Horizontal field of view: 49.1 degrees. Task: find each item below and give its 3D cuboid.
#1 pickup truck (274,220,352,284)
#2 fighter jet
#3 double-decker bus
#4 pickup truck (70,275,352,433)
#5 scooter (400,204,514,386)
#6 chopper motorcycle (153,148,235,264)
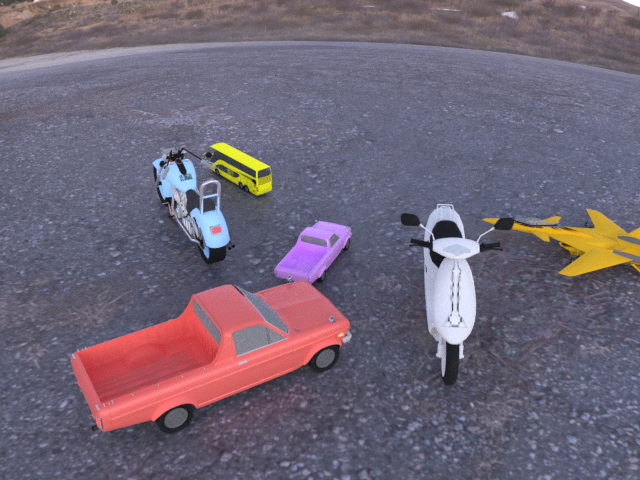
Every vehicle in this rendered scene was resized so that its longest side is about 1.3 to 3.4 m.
[{"bbox_3d":[-0.072,0.135,10.277,0.640,0.511,1.603,12,33,20],"label":"pickup truck"},{"bbox_3d":[3.800,-0.171,10.753,2.640,0.557,2.229,15,34,24],"label":"fighter jet"},{"bbox_3d":[-1.497,-1.316,12.724,0.389,0.541,1.672,-24,38,-34],"label":"double-decker bus"},{"bbox_3d":[-1.180,1.182,8.015,3.117,0.993,1.244,-17,34,-27],"label":"pickup truck"},{"bbox_3d":[1.592,0.337,8.671,1.288,1.786,2.721,3,30,5],"label":"scooter"},{"bbox_3d":[-2.096,-0.783,10.886,0.906,1.480,3.040,-14,33,-23],"label":"chopper motorcycle"}]
